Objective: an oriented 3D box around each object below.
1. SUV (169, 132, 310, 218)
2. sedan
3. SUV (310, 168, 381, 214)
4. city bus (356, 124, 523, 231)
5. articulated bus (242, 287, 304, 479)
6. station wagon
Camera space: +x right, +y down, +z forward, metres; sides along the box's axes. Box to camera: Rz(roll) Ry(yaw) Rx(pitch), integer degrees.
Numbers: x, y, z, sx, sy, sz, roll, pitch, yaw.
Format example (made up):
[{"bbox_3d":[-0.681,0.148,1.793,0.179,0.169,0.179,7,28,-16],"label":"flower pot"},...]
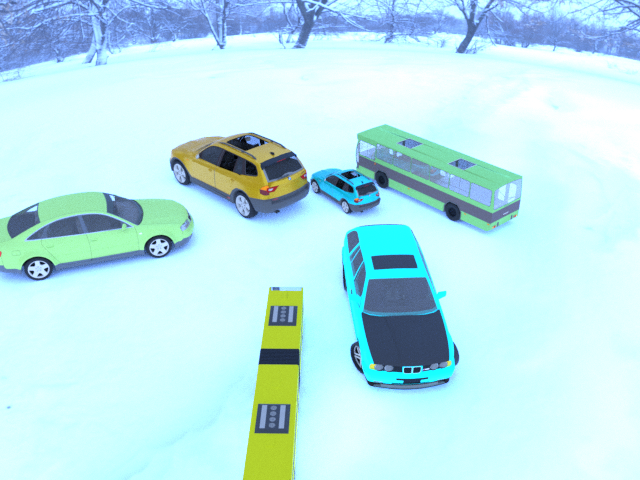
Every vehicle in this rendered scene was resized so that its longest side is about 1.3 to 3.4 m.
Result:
[{"bbox_3d":[-1.539,-1.397,12.864,1.276,1.128,3.058,-27,39,-38],"label":"SUV"},{"bbox_3d":[-3.578,-0.219,11.032,3.137,0.940,1.235,-11,32,-18],"label":"sedan"},{"bbox_3d":[0.445,-0.999,12.725,0.656,0.580,1.572,-19,35,-29],"label":"SUV"},{"bbox_3d":[2.043,-1.161,12.691,0.926,0.894,3.255,-24,38,-34],"label":"city bus"},{"bbox_3d":[-0.485,1.679,8.154,0.605,0.561,3.401,0,30,1],"label":"articulated bus"},{"bbox_3d":[0.987,0.712,9.455,1.327,0.920,3.105,-2,30,-3],"label":"station wagon"}]
